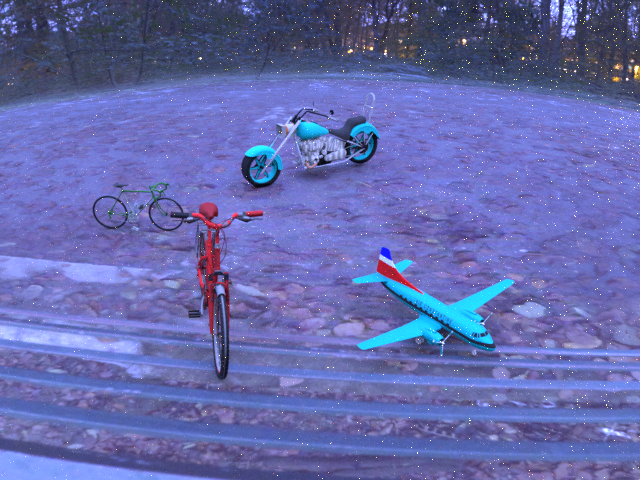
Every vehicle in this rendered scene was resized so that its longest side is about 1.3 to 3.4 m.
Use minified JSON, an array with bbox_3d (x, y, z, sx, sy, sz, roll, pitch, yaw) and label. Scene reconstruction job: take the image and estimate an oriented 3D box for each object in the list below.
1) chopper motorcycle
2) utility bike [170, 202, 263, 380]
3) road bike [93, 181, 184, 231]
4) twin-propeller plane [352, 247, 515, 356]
[{"bbox_3d":[-0.135,-1.979,13.722,3.040,1.480,0.906,-15,29,-27],"label":"chopper motorcycle"},{"bbox_3d":[-1.241,0.325,8.563,1.039,1.839,2.791,-6,27,-12],"label":"utility bike"},{"bbox_3d":[-3.003,-0.555,11.507,1.545,0.852,0.358,2,26,5],"label":"road bike"},{"bbox_3d":[1.407,0.771,8.843,2.663,0.792,2.129,-18,31,-32],"label":"twin-propeller plane"}]
